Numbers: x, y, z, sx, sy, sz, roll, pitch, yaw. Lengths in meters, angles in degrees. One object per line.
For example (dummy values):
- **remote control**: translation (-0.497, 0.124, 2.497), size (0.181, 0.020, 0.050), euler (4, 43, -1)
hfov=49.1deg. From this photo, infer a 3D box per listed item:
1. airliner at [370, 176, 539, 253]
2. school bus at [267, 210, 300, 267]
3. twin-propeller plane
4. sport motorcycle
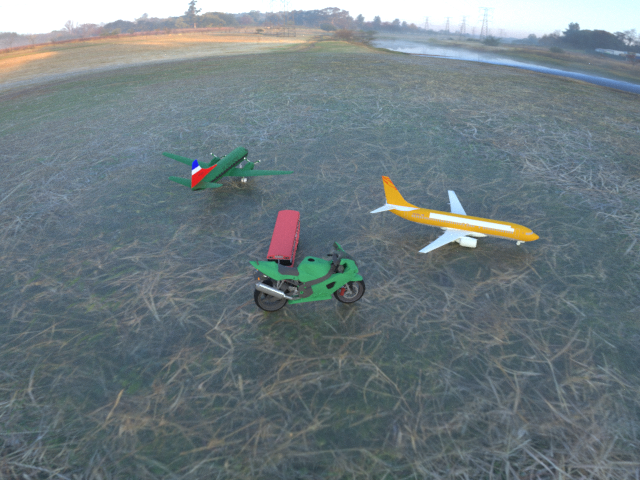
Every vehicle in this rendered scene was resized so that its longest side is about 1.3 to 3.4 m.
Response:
- **airliner**: translation (2.130, -0.448, 10.888), size (2.541, 0.835, 2.257), euler (10, 30, 17)
- **school bus**: translation (-0.536, 0.123, 10.265), size (0.365, 0.434, 1.708), euler (2, 29, 3)
- **twin-propeller plane**: translation (-1.790, -1.385, 12.643), size (2.663, 0.792, 2.129), euler (10, 30, 18)
- **sport motorcycle**: translation (-0.145, 0.526, 9.127), size (1.520, 0.821, 0.506), euler (-5, 29, -9)
